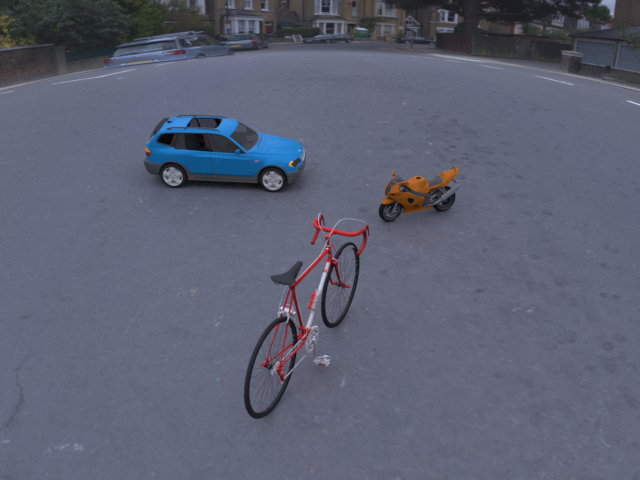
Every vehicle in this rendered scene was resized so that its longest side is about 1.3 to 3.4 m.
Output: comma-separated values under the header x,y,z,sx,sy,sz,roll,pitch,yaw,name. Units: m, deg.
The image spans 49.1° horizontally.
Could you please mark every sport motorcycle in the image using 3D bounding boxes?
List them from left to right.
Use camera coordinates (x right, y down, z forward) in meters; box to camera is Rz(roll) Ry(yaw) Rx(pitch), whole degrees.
x,y,z,sx,sy,sz,roll,pitch,yaw,name
1.697,-0.788,11.987,1.520,0.821,0.506,-12,31,-20,sport motorcycle

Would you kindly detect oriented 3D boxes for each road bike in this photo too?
x,y,z,sx,sy,sz,roll,pitch,yaw,name
-0.124,0.784,8.345,0.696,1.656,3.004,13,32,22,road bike

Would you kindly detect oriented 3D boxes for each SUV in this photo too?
x,y,z,sx,sy,sz,roll,pitch,yaw,name
-1.798,-1.707,13.305,3.058,1.128,1.276,3,30,5,SUV
